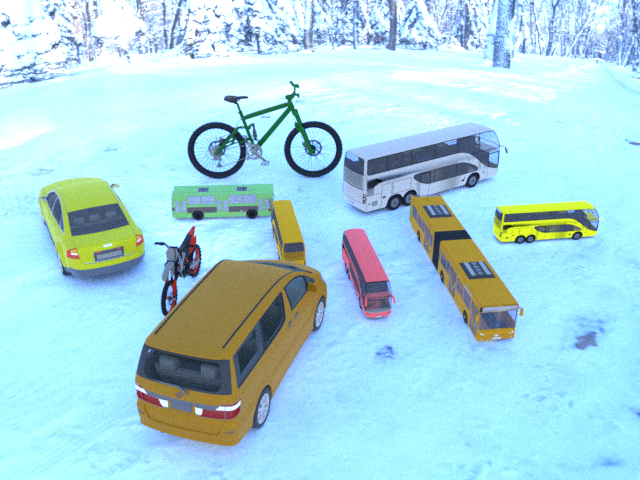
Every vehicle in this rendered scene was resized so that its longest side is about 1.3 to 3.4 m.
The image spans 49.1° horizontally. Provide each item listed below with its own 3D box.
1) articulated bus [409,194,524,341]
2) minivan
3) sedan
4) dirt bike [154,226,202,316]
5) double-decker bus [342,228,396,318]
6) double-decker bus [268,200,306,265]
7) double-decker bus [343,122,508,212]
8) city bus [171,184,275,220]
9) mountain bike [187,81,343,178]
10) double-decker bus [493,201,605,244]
[{"bbox_3d":[1.899,0.246,9.787,0.605,0.561,3.401,-4,27,-7],"label":"articulated bus"},{"bbox_3d":[-0.836,0.917,7.789,1.324,1.197,3.011,9,28,16],"label":"minivan"},{"bbox_3d":[-3.548,-0.410,10.646,1.235,0.940,3.137,-13,30,-24],"label":"sedan"},{"bbox_3d":[-1.833,0.346,9.270,0.527,0.857,1.493,4,28,8],"label":"dirt bike"},{"bbox_3d":[0.615,0.435,9.441,0.389,0.541,1.672,-4,28,-8],"label":"double-decker bus"},{"bbox_3d":[-0.496,-0.103,10.486,0.389,0.541,1.672,-4,28,-8],"label":"double-decker bus"},{"bbox_3d":[1.881,-1.330,12.311,3.251,1.052,0.756,-17,32,-29],"label":"double-decker bus"},{"bbox_3d":[-1.589,-0.627,11.592,1.674,0.460,0.476,-2,27,-3],"label":"city bus"},{"bbox_3d":[-1.007,-1.922,12.766,2.857,1.688,1.114,-1,27,-2],"label":"mountain bike"},{"bbox_3d":[3.529,-0.285,10.840,1.672,0.541,0.389,-4,27,-7],"label":"double-decker bus"}]
